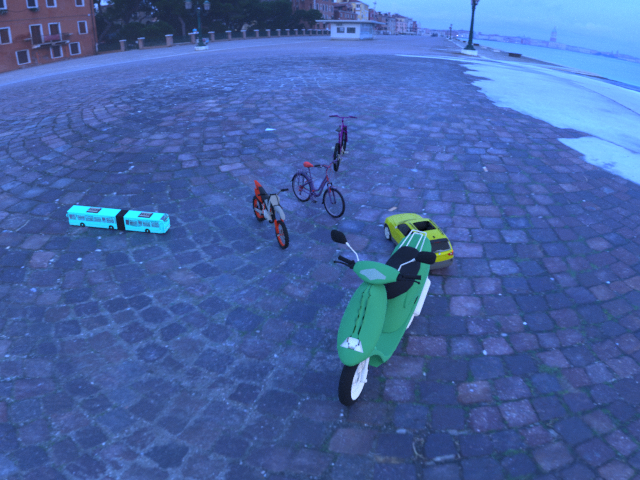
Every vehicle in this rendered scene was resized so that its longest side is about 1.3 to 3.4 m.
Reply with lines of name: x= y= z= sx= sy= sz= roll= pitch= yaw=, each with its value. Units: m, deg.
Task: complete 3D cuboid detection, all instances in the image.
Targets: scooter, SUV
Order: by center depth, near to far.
scooter: x=0.835 y=0.643 z=8.610 sx=1.288 sy=1.786 sz=2.721 roll=14 pitch=33 yaw=22
SUV: x=1.546 y=-0.065 z=11.048 sx=0.656 sy=0.580 sz=1.572 roll=-9 pitch=31 yaw=-15

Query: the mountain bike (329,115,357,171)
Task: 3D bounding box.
mountain bike: x=0.417 y=-1.994 z=14.110 sx=0.573 sy=0.868 sz=1.469 roll=5 pitch=30 yaw=9

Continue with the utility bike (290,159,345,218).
utility bike: x=-0.018 y=-1.000 z=12.306 sx=0.535 sy=0.946 sz=1.435 roll=-24 pitch=38 yaw=-36

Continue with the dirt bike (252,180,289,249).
dirt bike: x=-0.819 y=-0.483 z=11.498 sx=0.527 sy=0.857 sz=1.493 roll=-13 pitch=32 yaw=-22

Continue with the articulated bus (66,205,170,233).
articulated bus: x=-3.413 y=-0.350 z=11.835 sx=1.749 sy=0.289 sz=0.311 roll=5 pitch=30 yaw=9
